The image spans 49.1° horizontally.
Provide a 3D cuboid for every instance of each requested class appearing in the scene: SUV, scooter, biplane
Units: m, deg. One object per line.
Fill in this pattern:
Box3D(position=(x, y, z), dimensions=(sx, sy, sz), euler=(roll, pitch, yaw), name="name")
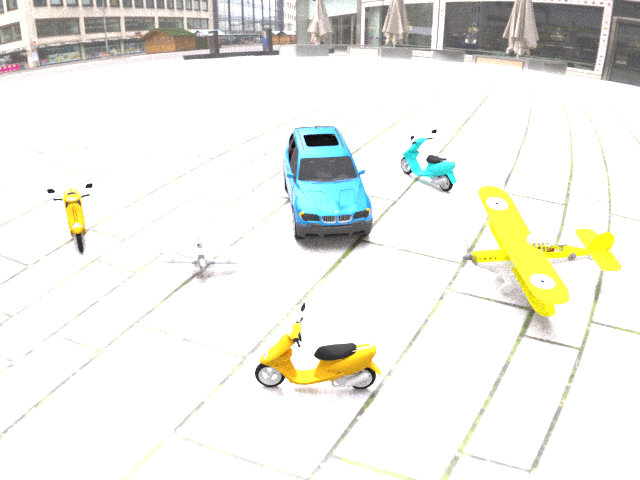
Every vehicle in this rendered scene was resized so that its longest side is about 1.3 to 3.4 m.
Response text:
Box3D(position=(0.058, -1.037, 11.666), dimensions=(1.276, 1.128, 3.058), euler=(-3, 28, -6), name="SUV")
Box3D(position=(1.964, -1.472, 12.710), dimensions=(0.662, 0.919, 1.399), euler=(-19, 34, -32), name="scooter")
Box3D(position=(-0.026, 1.237, 7.602), dimensions=(1.399, 0.919, 0.662), euler=(1, 28, 2), name="scooter")
Box3D(position=(2.962, 0.215, 9.463), dimensions=(2.120, 0.981, 2.598), euler=(-3, 28, -6), name="biplane")
Box3D(position=(-1.695, 0.178, 10.040), dimensions=(1.336, 0.504, 1.090), euler=(-6, 29, -12), name="biplane")
Box3D(position=(-3.805, -0.474, 10.828), dimensions=(0.662, 0.919, 1.399), euler=(-10, 30, -18), name="scooter")
